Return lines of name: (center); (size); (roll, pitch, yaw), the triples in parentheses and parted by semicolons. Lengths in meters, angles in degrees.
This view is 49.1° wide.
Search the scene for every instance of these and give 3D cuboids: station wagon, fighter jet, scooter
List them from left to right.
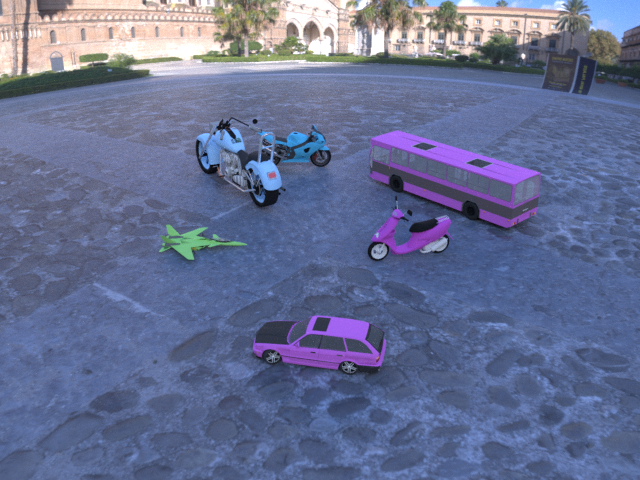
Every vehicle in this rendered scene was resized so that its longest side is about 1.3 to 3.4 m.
fighter jet: (-1.832, -0.017, 11.133); (1.358, 0.286, 1.147); (1, 26, 2)
station wagon: (-0.014, 1.204, 8.444); (1.597, 0.473, 0.682); (5, 27, 11)
scooter: (1.402, -0.160, 10.708); (1.399, 0.919, 0.662); (-7, 27, -13)

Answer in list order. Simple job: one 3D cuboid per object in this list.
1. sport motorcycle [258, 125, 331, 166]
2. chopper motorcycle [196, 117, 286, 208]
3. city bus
sport motorcycle: (-0.528, -1.891, 14.333); (1.520, 0.821, 0.506); (0, 26, 0)
chopper motorcycle: (-1.606, -1.633, 13.063); (0.906, 1.480, 3.040); (-16, 31, -30)
city bus: (2.331, -1.132, 12.709); (0.926, 0.894, 3.255); (-22, 34, -37)
